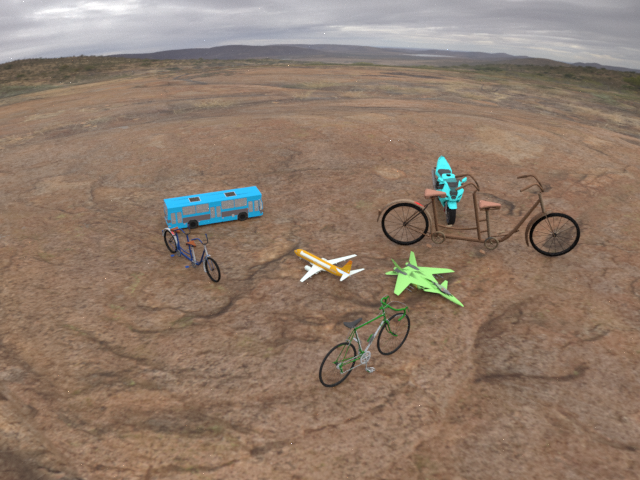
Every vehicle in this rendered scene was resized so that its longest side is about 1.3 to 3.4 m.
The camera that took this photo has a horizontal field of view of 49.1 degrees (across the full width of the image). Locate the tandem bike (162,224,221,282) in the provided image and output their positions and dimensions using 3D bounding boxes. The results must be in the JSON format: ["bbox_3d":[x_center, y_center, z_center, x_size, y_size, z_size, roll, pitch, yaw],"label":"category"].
[{"bbox_3d":[-2.011,0.105,10.798,0.283,0.682,1.642,-22,35,-36],"label":"tandem bike"}]

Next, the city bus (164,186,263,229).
[{"bbox_3d":[-1.860,-0.548,12.264,1.674,0.460,0.476,-10,30,-18],"label":"city bus"}]

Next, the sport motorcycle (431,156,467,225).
[{"bbox_3d":[2.268,-0.893,12.529,0.506,0.821,1.520,0,28,0],"label":"sport motorcycle"}]

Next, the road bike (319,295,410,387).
[{"bbox_3d":[0.574,1.223,8.514,1.545,0.852,0.358,-22,35,-35],"label":"road bike"}]

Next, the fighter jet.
[{"bbox_3d":[1.623,0.600,10.288,1.147,0.286,1.358,-19,33,-31],"label":"fighter jet"}]

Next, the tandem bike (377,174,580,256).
[{"bbox_3d":[2.503,-0.413,11.088,3.192,1.326,0.550,5,28,8],"label":"tandem bike"}]

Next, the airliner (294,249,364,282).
[{"bbox_3d":[0.041,0.289,10.722,1.161,0.429,1.307,-24,36,-37],"label":"airliner"}]
